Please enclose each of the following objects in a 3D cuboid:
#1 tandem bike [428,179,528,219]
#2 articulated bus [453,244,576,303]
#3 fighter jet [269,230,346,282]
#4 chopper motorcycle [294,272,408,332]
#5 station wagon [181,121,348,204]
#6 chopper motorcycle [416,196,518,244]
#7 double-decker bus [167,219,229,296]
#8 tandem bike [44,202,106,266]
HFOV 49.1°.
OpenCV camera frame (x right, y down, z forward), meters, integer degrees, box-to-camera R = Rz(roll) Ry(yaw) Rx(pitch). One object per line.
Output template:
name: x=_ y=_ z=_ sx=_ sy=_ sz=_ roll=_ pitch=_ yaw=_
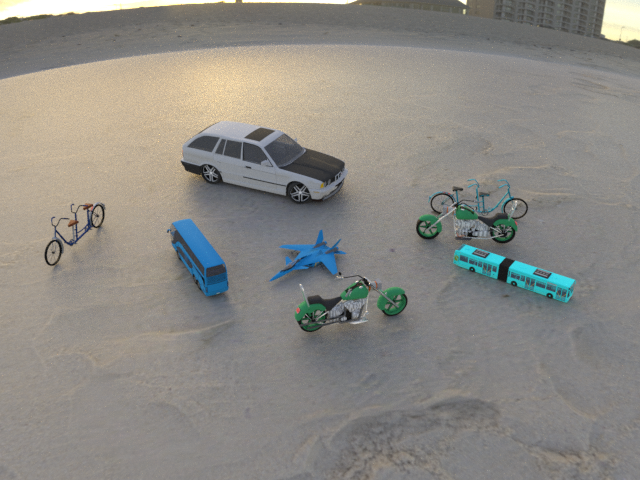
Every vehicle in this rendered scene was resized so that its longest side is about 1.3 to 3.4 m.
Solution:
tandem bike: x=2.643 y=-0.692 z=11.675 sx=1.642 sy=0.682 sz=0.283 roll=5 pitch=31 yaw=8
articulated bus: x=2.776 y=0.464 z=10.083 sx=1.749 sy=0.289 sz=0.311 roll=20 pitch=36 yaw=30
fighter jet: x=-0.264 y=0.269 z=10.420 sx=1.147 sy=0.286 sz=1.358 roll=25 pitch=39 yaw=36
chopper motorcycle: x=0.421 y=0.768 z=9.093 sx=1.563 sy=0.761 sz=0.466 roll=-10 pitch=32 yaw=-17
station wagon: x=-1.022 y=-1.509 z=12.839 sx=3.105 sy=0.920 sz=1.327 roll=14 pitch=33 yaw=23
chopper motorcycle: x=2.305 y=-0.319 z=10.958 sx=1.563 sy=0.761 sz=0.466 roll=5 pitch=31 yaw=8
double-decker bus: x=-1.802 y=0.211 z=10.267 sx=0.389 sy=0.541 sz=1.672 roll=-15 pitch=33 yaw=-24
tandem bike: x=-3.798 y=-0.229 z=10.881 sx=0.283 sy=0.682 sz=1.642 roll=8 pitch=31 yaw=14
